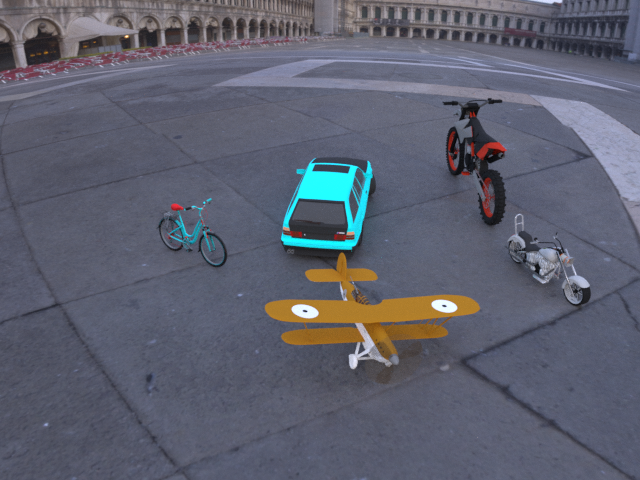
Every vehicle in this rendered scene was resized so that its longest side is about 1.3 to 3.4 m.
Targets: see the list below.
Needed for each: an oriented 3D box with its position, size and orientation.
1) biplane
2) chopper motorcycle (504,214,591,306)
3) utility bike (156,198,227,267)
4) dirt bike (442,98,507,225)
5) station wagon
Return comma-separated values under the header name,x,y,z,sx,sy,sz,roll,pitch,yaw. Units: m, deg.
name,x,y,z,sx,sy,sz,roll,pitch,yaw
biplane,0.562,0.867,8.430,2.598,0.981,2.120,-8,30,-14
chopper motorcycle,3.178,0.263,9.750,0.466,0.761,1.563,-13,32,-23
utility bike,-1.891,-0.180,10.361,1.435,0.946,0.535,19,34,30
dirt bike,2.637,-1.499,12.002,1.024,1.666,2.903,-3,29,-6
station wagon,0.194,-0.784,11.480,1.327,0.920,3.105,4,29,8
